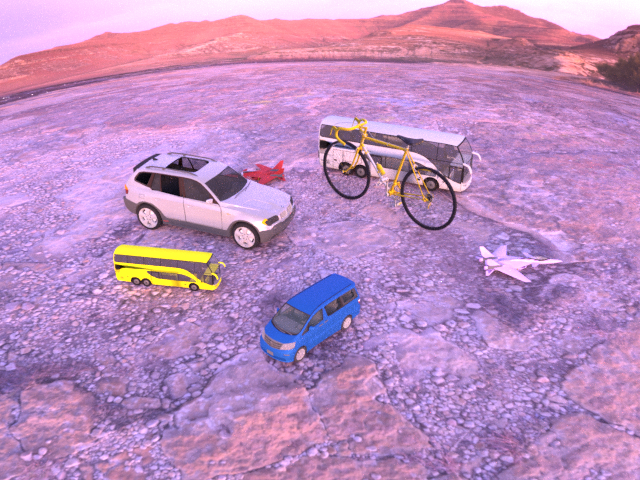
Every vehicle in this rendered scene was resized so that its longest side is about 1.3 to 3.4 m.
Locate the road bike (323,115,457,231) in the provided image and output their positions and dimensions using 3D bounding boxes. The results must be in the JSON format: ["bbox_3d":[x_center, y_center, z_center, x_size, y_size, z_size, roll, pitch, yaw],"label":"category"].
[{"bbox_3d":[1.174,-1.224,12.480,3.004,1.656,0.697,24,37,36],"label":"road bike"}]

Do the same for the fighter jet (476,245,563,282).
[{"bbox_3d":[3.225,0.297,11.145,1.358,0.286,1.147,-3,29,-5],"label":"fighter jet"}]

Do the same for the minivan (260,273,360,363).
[{"bbox_3d":[-0.127,1.035,9.470,0.681,0.616,1.548,24,37,36],"label":"minivan"}]

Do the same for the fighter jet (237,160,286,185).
[{"bbox_3d":[-1.381,-1.381,14.177,1.358,0.286,1.147,-2,29,-4],"label":"fighter jet"}]

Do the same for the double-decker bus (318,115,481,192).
[{"bbox_3d":[1.531,-1.731,14.019,3.251,1.052,0.756,13,31,22],"label":"double-decker bus"}]

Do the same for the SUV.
[{"bbox_3d":[-1.943,-0.771,12.205,3.058,1.128,1.276,11,31,19],"label":"SUV"}]

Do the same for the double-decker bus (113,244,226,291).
[{"bbox_3d":[-2.296,0.423,10.653,1.672,0.541,0.389,5,29,9],"label":"double-decker bus"}]
